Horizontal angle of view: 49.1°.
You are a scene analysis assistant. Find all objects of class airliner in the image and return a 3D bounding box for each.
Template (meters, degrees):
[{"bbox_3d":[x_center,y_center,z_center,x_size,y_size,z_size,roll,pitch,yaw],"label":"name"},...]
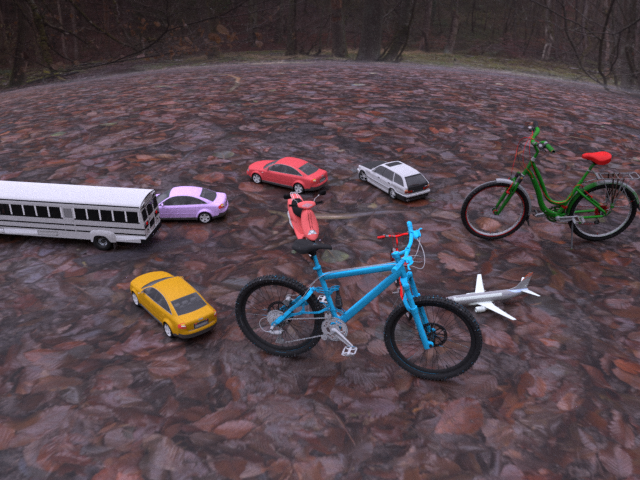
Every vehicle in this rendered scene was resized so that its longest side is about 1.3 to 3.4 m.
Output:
[{"bbox_3d":[2.207,0.674,9.286,1.307,0.429,1.161,-5,28,-10],"label":"airliner"}]

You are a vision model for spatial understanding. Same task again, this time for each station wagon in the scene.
[{"bbox_3d":[1.319,-1.186,12.826,0.682,0.473,1.597,-16,31,-27],"label":"station wagon"}]

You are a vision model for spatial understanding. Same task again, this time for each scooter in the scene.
[{"bbox_3d":[-0.266,-0.374,10.776,0.662,0.919,1.399,-7,28,-14],"label":"scooter"}]

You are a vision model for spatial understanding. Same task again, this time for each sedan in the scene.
[{"bbox_3d":[-0.627,-1.270,12.977,1.613,0.483,0.635,15,31,26],"label":"sedan"},{"bbox_3d":[-2.350,-0.618,11.720,1.613,0.483,0.635,0,27,-1],"label":"sedan"},{"bbox_3d":[-1.936,0.750,9.082,0.635,0.483,1.613,-20,34,-34],"label":"sedan"}]

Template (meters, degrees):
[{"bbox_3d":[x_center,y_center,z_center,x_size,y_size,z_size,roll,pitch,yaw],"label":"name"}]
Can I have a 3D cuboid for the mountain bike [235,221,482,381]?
[{"bbox_3d":[0.385,0.728,7.815,2.857,1.688,1.114,7,28,13],"label":"mountain bike"}]

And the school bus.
[{"bbox_3d":[-4.202,-0.420,10.946,3.322,0.844,0.709,4,28,7],"label":"school bus"}]

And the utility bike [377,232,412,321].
[{"bbox_3d":[1.029,0.405,9.244,0.535,0.946,1.435,-2,27,-4],"label":"utility bike"}]

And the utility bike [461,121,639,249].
[{"bbox_3d":[3.562,-0.741,10.484,2.791,1.839,1.039,0,27,1],"label":"utility bike"}]
